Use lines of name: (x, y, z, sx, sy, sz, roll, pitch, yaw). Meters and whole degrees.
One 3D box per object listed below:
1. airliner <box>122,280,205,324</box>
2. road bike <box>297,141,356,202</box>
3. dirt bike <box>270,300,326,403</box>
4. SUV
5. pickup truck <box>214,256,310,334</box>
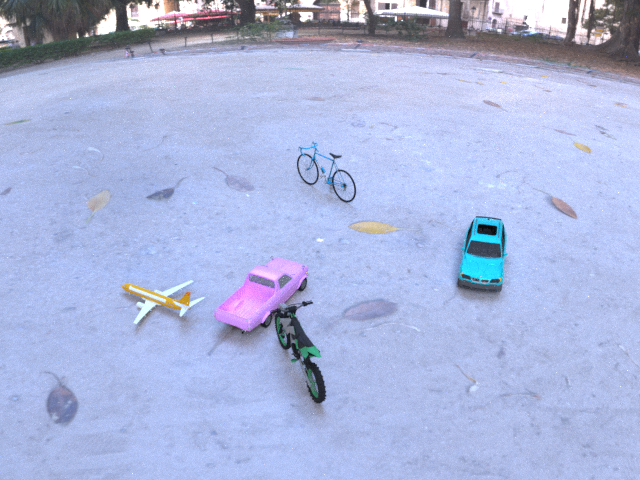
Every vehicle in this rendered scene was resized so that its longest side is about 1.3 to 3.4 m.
airliner: (-2.232, 0.710, 9.518, 1.307, 0.429, 1.161, 17, 34, 26)
road bike: (0.096, -1.226, 12.426, 0.358, 0.852, 1.545, -25, 38, -36)
dirt bike: (-0.265, 1.211, 8.232, 0.527, 0.857, 1.493, -12, 32, -20)
SUV: (2.410, 0.174, 10.288, 0.656, 0.580, 1.572, 8, 31, 13)
pickup truck: (-0.759, 0.677, 9.494, 0.640, 0.511, 1.603, 15, 33, 24)
